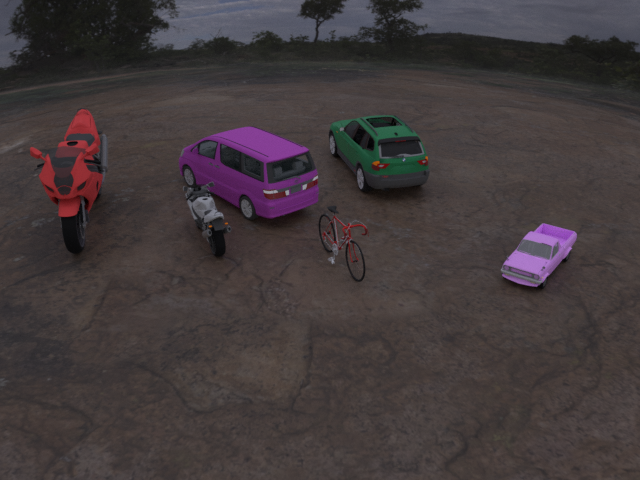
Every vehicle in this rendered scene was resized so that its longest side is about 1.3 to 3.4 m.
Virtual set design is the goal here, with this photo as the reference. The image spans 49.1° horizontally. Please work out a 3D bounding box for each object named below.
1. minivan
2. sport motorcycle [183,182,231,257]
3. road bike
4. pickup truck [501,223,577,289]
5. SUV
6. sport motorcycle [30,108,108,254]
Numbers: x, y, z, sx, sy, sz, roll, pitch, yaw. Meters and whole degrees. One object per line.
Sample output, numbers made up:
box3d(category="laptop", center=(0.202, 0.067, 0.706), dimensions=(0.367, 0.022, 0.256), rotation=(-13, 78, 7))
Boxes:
box3d(category="minivan", center=(-1.353, -1.331, 12.354), dimensions=(1.324, 1.197, 3.011), rotation=(-22, 34, -36))
box3d(category="sport motorcycle", center=(-1.751, -0.345, 10.858), dimensions=(0.506, 0.821, 1.520), rotation=(-11, 29, -21))
box3d(category="road bike", center=(0.301, -0.014, 10.185), dimensions=(0.358, 0.852, 1.545), rotation=(-12, 30, -21))
box3d(category="pickup truck", center=(3.223, 0.159, 10.221), dimensions=(0.640, 0.511, 1.603), rotation=(18, 33, 31))
box3d(category="SUV", center=(1.082, -1.862, 13.455), dimensions=(1.276, 1.128, 3.058), rotation=(-7, 28, -13))
box3d(category="sport motorcycle", center=(-3.901, -1.025, 11.327), dimensions=(0.983, 1.596, 2.955), rotation=(-5, 28, -9))
